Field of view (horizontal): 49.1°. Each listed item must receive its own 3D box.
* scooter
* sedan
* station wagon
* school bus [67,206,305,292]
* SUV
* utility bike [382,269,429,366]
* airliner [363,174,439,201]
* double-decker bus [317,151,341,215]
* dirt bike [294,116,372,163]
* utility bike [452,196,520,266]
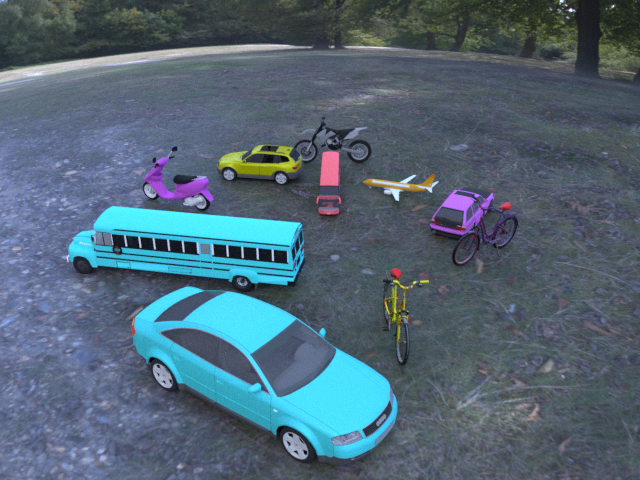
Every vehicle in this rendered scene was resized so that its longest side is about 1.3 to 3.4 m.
[{"bbox_3d":[-2.391,-0.997,11.587,1.399,0.919,0.662,13,31,22],"label":"scooter"},{"bbox_3d":[-0.651,1.246,7.381,3.137,0.940,1.235,19,33,31],"label":"sedan"},{"bbox_3d":[2.308,-0.537,11.200,0.682,0.473,1.597,15,32,25],"label":"station wagon"},{"bbox_3d":[-1.897,0.088,9.643,3.322,0.844,0.709,5,29,10],"label":"school bus"},{"bbox_3d":[-1.085,-1.420,12.733,1.572,0.580,0.656,5,29,9],"label":"SUV"},{"bbox_3d":[0.951,0.769,8.266,0.535,0.946,1.435,-2,28,-5],"label":"utility bike"},{"bbox_3d":[1.365,-1.022,12.152,1.307,0.429,1.161,10,30,19],"label":"airliner"},{"bbox_3d":[0.167,-0.970,11.937,0.389,0.541,1.672,1,28,2],"label":"double-decker bus"},{"bbox_3d":[0.238,-1.858,13.259,1.493,0.857,0.527,-1,28,-1],"label":"dirt bike"},{"bbox_3d":[2.451,-0.160,9.998,1.435,0.946,0.535,-20,34,-33],"label":"utility bike"}]
